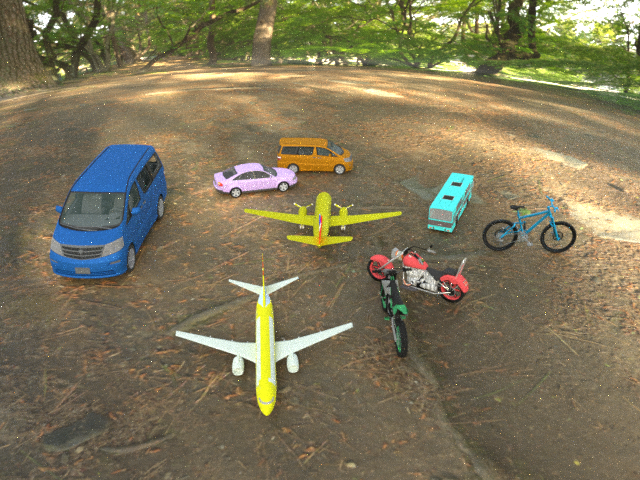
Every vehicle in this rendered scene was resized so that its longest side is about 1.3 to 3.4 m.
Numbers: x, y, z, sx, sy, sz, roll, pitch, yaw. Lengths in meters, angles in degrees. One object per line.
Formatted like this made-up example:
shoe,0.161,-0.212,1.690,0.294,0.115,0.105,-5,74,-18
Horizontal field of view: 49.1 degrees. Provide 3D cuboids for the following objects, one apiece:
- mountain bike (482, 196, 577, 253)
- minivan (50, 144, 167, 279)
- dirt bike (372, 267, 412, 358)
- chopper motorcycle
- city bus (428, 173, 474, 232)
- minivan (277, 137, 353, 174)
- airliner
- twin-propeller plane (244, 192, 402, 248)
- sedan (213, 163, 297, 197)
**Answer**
mountain bike,3.330,-0.196,11.073,1.469,0.868,0.573,2,28,4
minivan,-3.377,-0.528,11.351,1.324,1.197,3.011,1,28,2
dirt bike,0.953,0.831,9.138,0.527,0.857,1.493,-3,28,-6
chopper motorcycle,1.392,0.407,10.044,1.563,0.761,0.466,17,32,29
city bus,2.330,-0.664,12.397,0.476,0.460,1.674,11,30,20
minivan,-0.096,-1.732,14.255,1.548,0.616,0.681,1,28,2
airliner,-0.682,1.109,8.636,2.257,0.835,2.541,-2,28,-4
twin-propeller plane,0.036,-0.441,11.620,2.663,0.792,2.129,1,28,2
sedan,-1.229,-1.198,13.384,1.613,0.483,0.635,-8,29,-15
